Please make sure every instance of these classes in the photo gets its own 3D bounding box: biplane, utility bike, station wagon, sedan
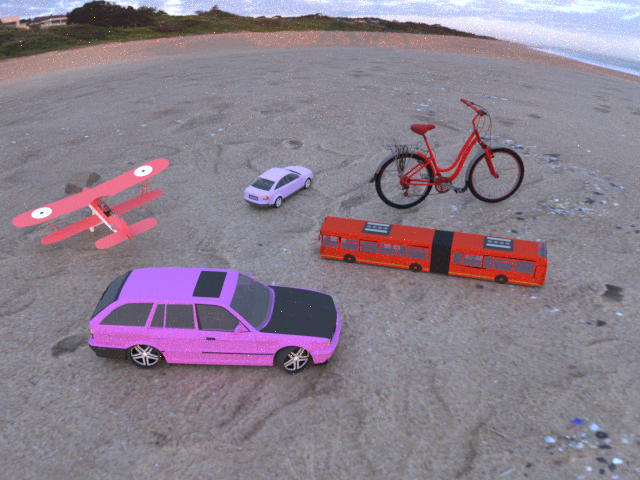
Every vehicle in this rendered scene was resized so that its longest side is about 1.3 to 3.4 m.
[{"bbox_3d":[-3.438,-0.414,11.143,2.598,0.981,2.120,-20,35,-30],"label":"biplane"},{"bbox_3d":[2.215,-1.477,12.132,2.791,1.839,1.039,-4,30,-6],"label":"utility bike"},{"bbox_3d":[-1.287,0.931,8.863,3.105,0.920,1.327,1,30,3],"label":"station wagon"},{"bbox_3d":[-0.729,-1.055,12.759,0.635,0.483,1.613,18,35,29],"label":"sedan"}]

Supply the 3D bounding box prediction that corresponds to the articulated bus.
[{"bbox_3d":[1.649,0.153,10.577,3.401,0.561,0.605,7,31,13],"label":"articulated bus"}]
